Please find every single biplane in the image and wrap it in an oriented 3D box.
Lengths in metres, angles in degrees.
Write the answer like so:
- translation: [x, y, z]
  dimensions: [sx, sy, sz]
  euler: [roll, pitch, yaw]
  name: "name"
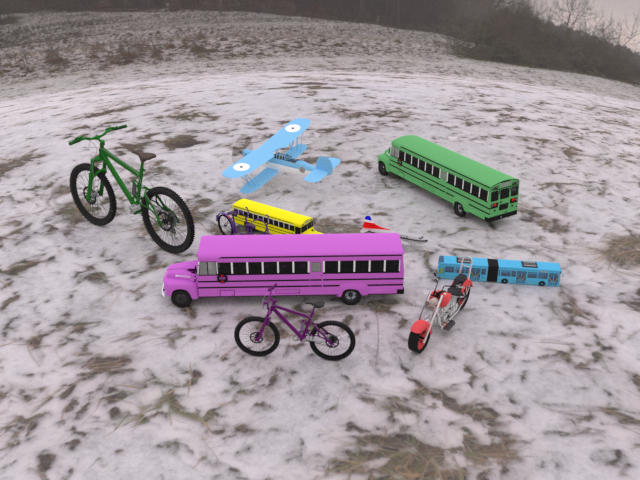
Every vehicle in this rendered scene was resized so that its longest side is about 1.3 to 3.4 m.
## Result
- translation: [-0.696, -1.446, 13.208]
  dimensions: [2.120, 0.981, 2.598]
  euler: [15, 30, 28]
  name: "biplane"

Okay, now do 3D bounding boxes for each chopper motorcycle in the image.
- translation: [1.560, 0.804, 8.939]
  dimensions: [0.466, 0.761, 1.563]
  euler: [17, 31, 31]
  name: "chopper motorcycle"

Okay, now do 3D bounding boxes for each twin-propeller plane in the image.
- translation: [1.200, -0.131, 11.213]
  dimensions: [1.095, 0.407, 1.370]
  euler: [10, 28, 19]
  name: "twin-propeller plane"

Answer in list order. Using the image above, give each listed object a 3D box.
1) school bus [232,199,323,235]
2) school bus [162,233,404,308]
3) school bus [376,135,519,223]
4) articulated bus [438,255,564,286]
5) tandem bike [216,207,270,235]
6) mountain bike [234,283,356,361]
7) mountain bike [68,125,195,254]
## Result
- translation: [-0.677, -0.268, 11.456]
  dimensions: [1.708, 0.434, 0.365]
  euler: [17, 31, 30]
  name: "school bus"
- translation: [-0.520, 0.387, 9.683]
  dimensions: [3.322, 0.844, 0.709]
  euler: [-1, 26, -2]
  name: "school bus"
- translation: [2.217, -1.224, 12.916]
  dimensions: [0.709, 0.844, 3.322]
  euler: [-15, 30, -28]
  name: "school bus"
- translation: [2.603, 0.447, 10.184]
  dimensions: [1.749, 0.289, 0.311]
  euler: [4, 27, 7]
  name: "articulated bus"
- translation: [-1.128, -0.175, 10.992]
  dimensions: [0.283, 0.682, 1.642]
  euler: [-24, 35, -39]
  name: "tandem bike"
- translation: [-0.306, 1.044, 8.337]
  dimensions: [1.469, 0.868, 0.573]
  euler: [3, 27, 5]
  name: "mountain bike"
- translation: [-3.072, -0.801, 11.120]
  dimensions: [2.857, 1.688, 1.114]
  euler: [17, 31, 31]
  name: "mountain bike"
